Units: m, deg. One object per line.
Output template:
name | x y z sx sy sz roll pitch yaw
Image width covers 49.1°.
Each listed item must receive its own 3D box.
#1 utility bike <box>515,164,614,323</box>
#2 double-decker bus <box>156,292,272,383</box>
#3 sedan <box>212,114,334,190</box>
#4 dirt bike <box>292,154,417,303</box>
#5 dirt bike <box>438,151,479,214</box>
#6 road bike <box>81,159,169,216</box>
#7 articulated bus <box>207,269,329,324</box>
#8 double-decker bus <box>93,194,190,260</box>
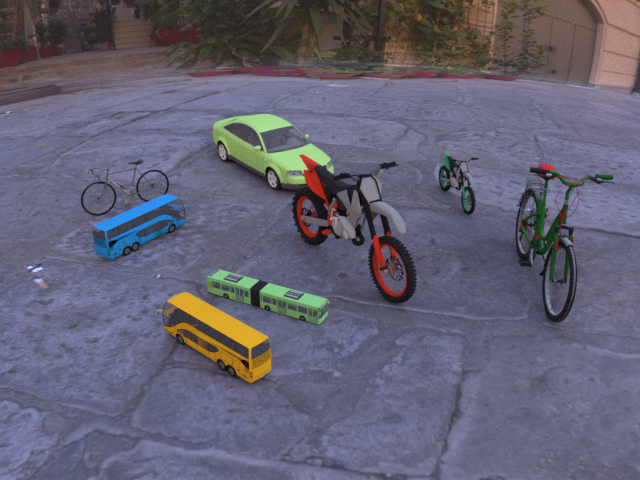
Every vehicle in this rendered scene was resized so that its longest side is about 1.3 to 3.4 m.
utility bike | 3.136 -0.228 9.387 1.039 1.839 2.791 1 27 2
double-decker bus | -1.254 1.101 8.215 1.672 0.541 0.389 22 35 36
sedan | -0.957 -1.826 13.491 1.235 0.940 3.137 -19 33 -32
dirt bike | 0.410 -0.322 9.759 1.024 1.666 2.903 -16 31 -29
dirt bike | 2.377 -1.060 12.087 0.527 0.857 1.493 -6 28 -11
road bike | -3.286 -0.922 11.822 1.545 0.852 0.358 -17 32 -30
articulated bus | -0.705 0.735 9.208 1.749 0.289 0.311 13 30 24
double-decker bus | -2.741 -0.236 10.826 0.389 0.541 1.672 18 32 31
